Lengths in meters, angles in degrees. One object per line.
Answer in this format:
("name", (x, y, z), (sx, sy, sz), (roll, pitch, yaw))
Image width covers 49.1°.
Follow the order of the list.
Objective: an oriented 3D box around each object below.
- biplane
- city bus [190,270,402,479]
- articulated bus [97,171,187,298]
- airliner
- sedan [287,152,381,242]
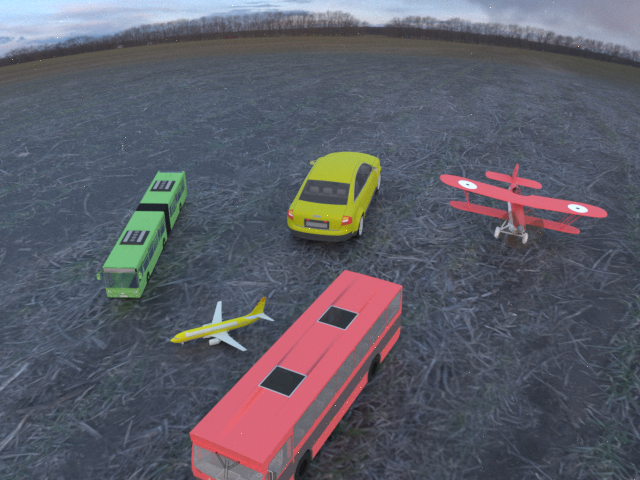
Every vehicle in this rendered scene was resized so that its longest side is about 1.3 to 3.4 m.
("biplane", (3.232, -0.605, 11.379), (2.598, 0.981, 2.120), (5, 30, 9))
("city bus", (-0.091, 1.532, 7.636), (0.926, 0.894, 3.255), (15, 32, 24))
("articulated bus", (-2.691, -0.206, 11.093), (0.605, 0.561, 3.401), (1, 29, 2))
("airliner", (-1.282, 1.044, 8.988), (1.307, 0.429, 1.161), (-12, 31, -20))
("sedan", (0.317, -0.945, 12.031), (1.235, 0.940, 3.137), (7, 30, 12))
